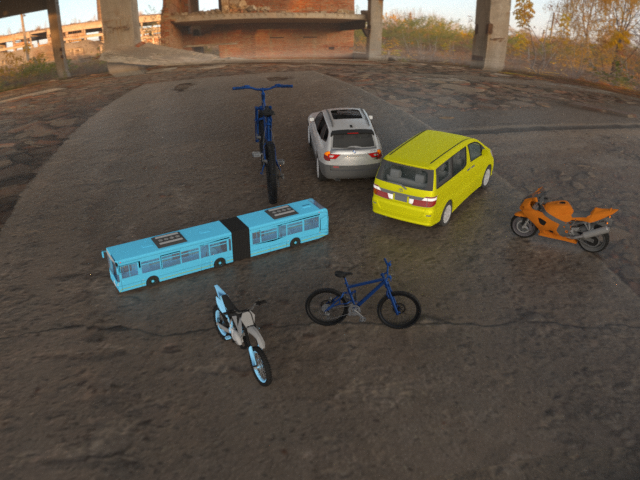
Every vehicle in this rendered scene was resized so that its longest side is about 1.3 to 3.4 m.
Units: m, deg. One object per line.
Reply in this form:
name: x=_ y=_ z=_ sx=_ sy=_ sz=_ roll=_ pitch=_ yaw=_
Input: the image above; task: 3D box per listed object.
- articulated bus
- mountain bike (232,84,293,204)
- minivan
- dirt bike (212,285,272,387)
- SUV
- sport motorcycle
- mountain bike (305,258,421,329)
articulated bus: x=-1.449 y=0.031 z=10.432 sx=3.401 sy=0.561 sz=0.605 roll=-15 pitch=32 yaw=-26
mountain bike: x=-0.972 y=-1.842 z=12.758 sx=1.114 sy=1.688 sz=2.857 roll=-4 pitch=28 yaw=-8
minivan: x=2.061 y=-1.242 z=12.151 sx=1.324 sy=1.197 sz=3.011 roll=16 pitch=32 yaw=28
dirt bike: x=-0.931 y=1.052 z=8.195 sx=0.527 sy=0.857 sz=1.493 roll=-16 pitch=32 yaw=-27
SUV: x=0.461 y=-2.076 z=13.795 sx=1.276 sy=1.128 sz=3.058 roll=-3 pitch=28 yaw=-5
sport motorcycle: x=3.714 y=-0.292 z=10.764 sx=1.520 sy=0.821 sz=0.506 roll=14 pitch=31 yaw=24
mountain bike: x=0.543 y=0.734 z=8.783 sx=1.469 sy=0.868 sz=0.573 roll=2 pitch=28 yaw=4
